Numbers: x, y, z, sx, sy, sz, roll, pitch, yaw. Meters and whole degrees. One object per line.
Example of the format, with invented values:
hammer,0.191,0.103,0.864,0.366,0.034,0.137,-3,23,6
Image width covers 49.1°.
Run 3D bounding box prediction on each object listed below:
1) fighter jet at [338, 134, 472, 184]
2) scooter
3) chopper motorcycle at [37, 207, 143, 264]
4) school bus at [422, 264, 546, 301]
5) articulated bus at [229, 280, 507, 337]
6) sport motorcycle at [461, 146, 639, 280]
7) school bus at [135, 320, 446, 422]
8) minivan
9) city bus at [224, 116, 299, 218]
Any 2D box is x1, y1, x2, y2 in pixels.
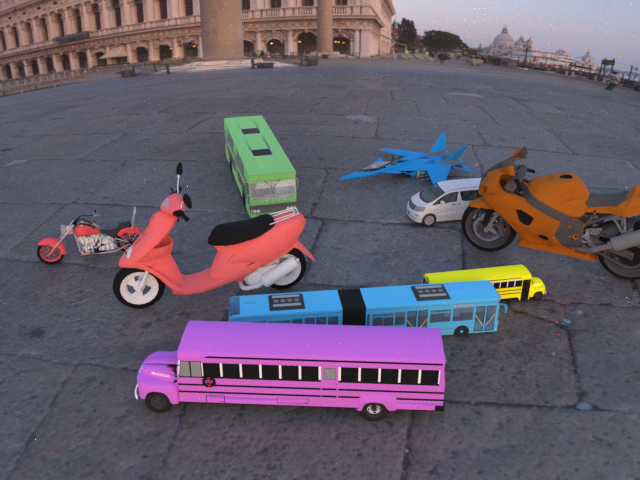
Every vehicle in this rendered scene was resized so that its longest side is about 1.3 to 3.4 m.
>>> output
fighter jet,1.551,-1.526,13.592,2.640,0.557,2.229,-11,29,-21
scooter,-1.406,-0.013,9.255,2.721,1.786,1.288,-7,28,-13
chopper motorcycle,-3.446,-0.069,10.496,1.563,0.761,0.466,-7,28,-13
school bus,2.243,0.623,9.496,1.708,0.434,0.365,-5,27,-9
articulated bus,0.576,0.931,8.748,3.401,0.561,0.605,-3,27,-6
sport motorcycle,3.536,-0.355,10.137,2.955,1.596,0.983,12,29,22
school bus,-0.343,1.377,7.558,3.322,0.844,0.709,1,27,3
minivan,2.255,-0.673,11.846,1.548,0.616,0.681,-5,27,-9
city bus,-1.166,-1.397,12.965,0.926,0.894,3.255,-6,28,-13
